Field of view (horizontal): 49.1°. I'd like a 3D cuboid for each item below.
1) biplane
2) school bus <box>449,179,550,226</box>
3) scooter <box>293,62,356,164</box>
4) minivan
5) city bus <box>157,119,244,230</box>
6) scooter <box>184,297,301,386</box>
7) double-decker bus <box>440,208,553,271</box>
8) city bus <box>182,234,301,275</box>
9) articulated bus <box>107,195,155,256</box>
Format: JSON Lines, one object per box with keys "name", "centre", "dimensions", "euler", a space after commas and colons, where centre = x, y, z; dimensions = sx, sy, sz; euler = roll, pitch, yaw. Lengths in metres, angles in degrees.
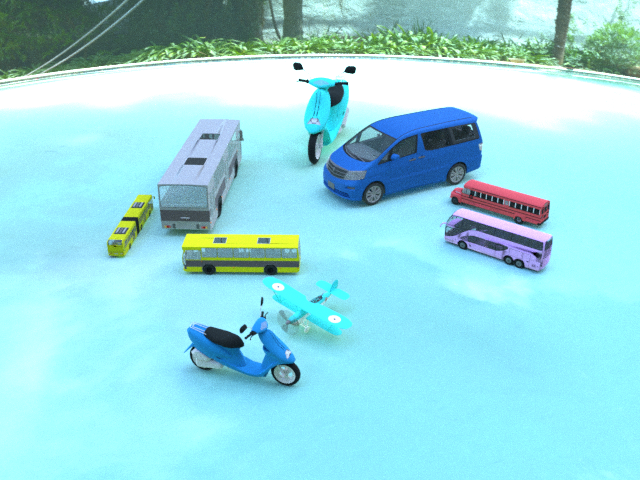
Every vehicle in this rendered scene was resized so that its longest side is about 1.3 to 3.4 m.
{"name": "biplane", "centre": [-0.074, 0.837, 8.885], "dimensions": [1.336, 0.504, 1.090], "euler": [19, 33, 32]}
{"name": "school bus", "centre": [2.988, -0.658, 11.795], "dimensions": [1.708, 0.434, 0.365], "euler": [21, 34, 34]}
{"name": "scooter", "centre": [0.158, -2.798, 14.404], "dimensions": [1.288, 1.786, 2.721], "euler": [7, 29, 13]}
{"name": "minivan", "centre": [1.509, -1.579, 12.725], "dimensions": [3.011, 1.197, 1.324], "euler": [-15, 31, -26]}
{"name": "city bus", "centre": [-2.019, -1.196, 12.323], "dimensions": [0.926, 0.894, 3.255], "euler": [1, 28, 3]}
{"name": "scooter", "centre": [-0.889, 1.159, 7.831], "dimensions": [1.399, 0.919, 0.662], "euler": [8, 29, 14]}
{"name": "double-decker bus", "centre": [2.621, -0.030, 10.490], "dimensions": [1.672, 0.541, 0.389], "euler": [21, 34, 34]}
{"name": "city bus", "centre": [-1.123, 0.209, 10.123], "dimensions": [1.674, 0.460, 0.476], "euler": [0, 28, 1]}
{"name": "articulated bus", "centre": [-3.007, -0.262, 11.201], "dimensions": [0.311, 0.289, 1.749], "euler": [1, 28, 2]}
